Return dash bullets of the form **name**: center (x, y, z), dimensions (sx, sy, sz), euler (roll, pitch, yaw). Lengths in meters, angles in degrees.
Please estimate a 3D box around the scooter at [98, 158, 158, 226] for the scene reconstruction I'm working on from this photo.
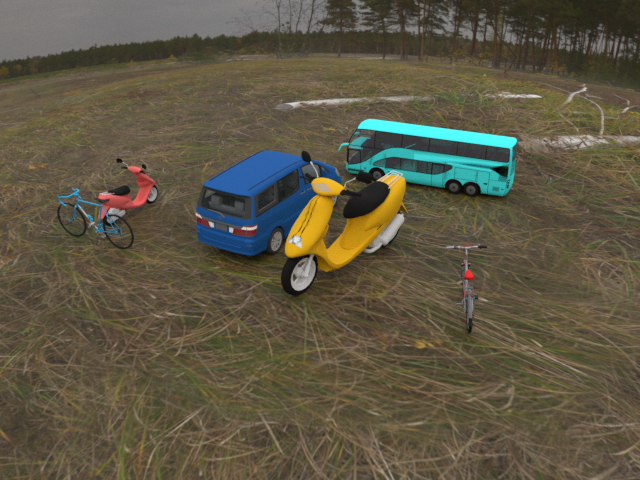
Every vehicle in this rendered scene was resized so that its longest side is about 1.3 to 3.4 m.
- **scooter**: center (-3.274, -0.857, 11.936), dimensions (0.662, 0.919, 1.399), euler (15, 32, 25)

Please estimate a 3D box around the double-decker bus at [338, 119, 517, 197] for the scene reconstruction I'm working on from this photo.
- **double-decker bus**: center (1.989, -1.562, 13.103), dimensions (3.251, 1.052, 0.756), euler (11, 30, 20)

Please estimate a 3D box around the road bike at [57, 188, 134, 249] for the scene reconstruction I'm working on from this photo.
- **road bike**: center (-3.575, -0.338, 11.045), dimensions (1.545, 0.852, 0.358), euler (13, 31, 23)

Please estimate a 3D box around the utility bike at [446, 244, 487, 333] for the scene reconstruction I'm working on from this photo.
- **utility bike**: center (1.913, 0.561, 9.279), dimensions (0.535, 0.946, 1.435), euler (3, 29, 6)

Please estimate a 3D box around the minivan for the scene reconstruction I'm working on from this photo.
- **minivan**: center (-0.739, -0.801, 11.539), dimensions (1.324, 1.197, 3.011), euler (15, 32, 26)

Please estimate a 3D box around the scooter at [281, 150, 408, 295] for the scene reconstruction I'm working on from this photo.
- **scooter**: center (0.416, -0.394, 10.164), dimensions (1.288, 1.786, 2.721), euler (24, 36, 37)
